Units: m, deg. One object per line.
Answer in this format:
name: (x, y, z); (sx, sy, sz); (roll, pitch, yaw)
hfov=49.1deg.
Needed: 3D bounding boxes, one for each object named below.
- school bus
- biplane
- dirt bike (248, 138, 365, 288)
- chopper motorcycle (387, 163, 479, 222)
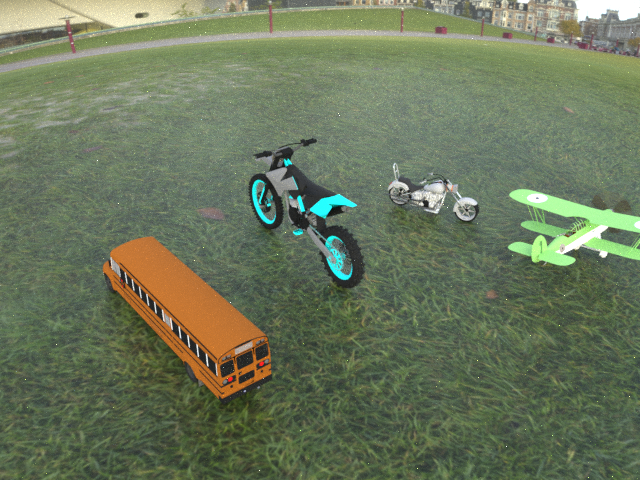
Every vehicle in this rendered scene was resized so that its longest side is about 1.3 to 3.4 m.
school bus: (-1.823, 0.811, 8.797); (0.709, 0.844, 3.322); (-22, 37, -32)
biplane: (3.666, -0.088, 10.174); (2.120, 0.981, 2.598); (-23, 38, -34)
dirt bike: (-0.296, -0.504, 10.202); (1.024, 1.666, 2.903); (-20, 36, -30)
chopper motorcycle: (1.866, -0.785, 11.561); (1.563, 0.761, 0.466); (14, 34, 22)
